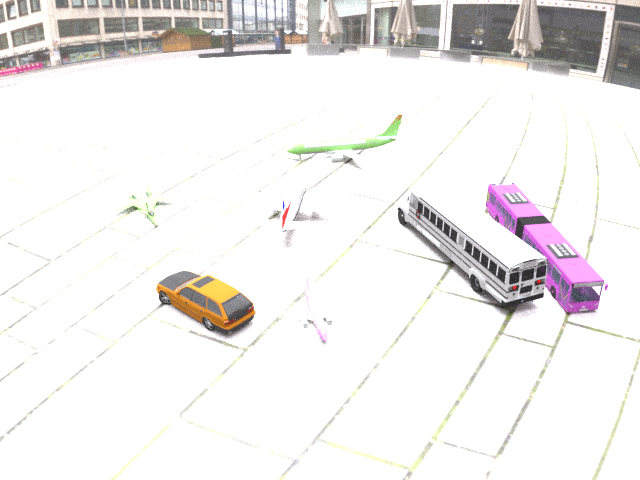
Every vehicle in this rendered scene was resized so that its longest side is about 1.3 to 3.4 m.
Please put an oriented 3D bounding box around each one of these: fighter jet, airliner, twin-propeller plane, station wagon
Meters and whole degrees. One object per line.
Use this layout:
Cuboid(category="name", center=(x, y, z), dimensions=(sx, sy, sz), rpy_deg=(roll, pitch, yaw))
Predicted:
Cuboid(category="fighter jet", center=(-3.100, -0.634, 12.553), dimensions=(1.147, 0.286, 1.358), rpy_deg=(-13, 32, -22))
Cuboid(category="airliner", center=(-0.066, 0.901, 9.647), dimensions=(1.161, 0.429, 1.307), rpy_deg=(-6, 30, -11))
Cuboid(category="airliner", center=(0.548, -2.186, 14.779), dimensions=(2.541, 0.835, 2.257), rpy_deg=(-5, 29, -9))
Cuboid(category="twin-propeller plane", center=(-0.478, -0.707, 12.165), dimensions=(2.663, 0.792, 2.129), rpy_deg=(4, 29, 6))
Cuboid(category="station wagon", center=(-1.643, 0.771, 9.836), dimensions=(1.597, 0.473, 0.682), rpy_deg=(23, 36, 35))

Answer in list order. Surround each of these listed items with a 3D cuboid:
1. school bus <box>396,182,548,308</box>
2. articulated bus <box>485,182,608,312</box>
Cuboid(category="school bus", center=(2.227, -0.091, 11.004), dimensions=(0.709, 0.844, 3.322), rpy_deg=(-11, 31, -20))
Cuboid(category="articulated bus", center=(3.454, -0.002, 11.134), dimensions=(0.605, 0.561, 3.401), rpy_deg=(-4, 29, -7))
